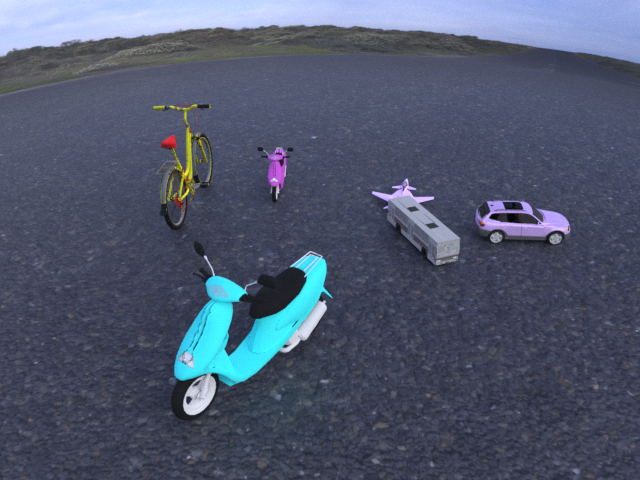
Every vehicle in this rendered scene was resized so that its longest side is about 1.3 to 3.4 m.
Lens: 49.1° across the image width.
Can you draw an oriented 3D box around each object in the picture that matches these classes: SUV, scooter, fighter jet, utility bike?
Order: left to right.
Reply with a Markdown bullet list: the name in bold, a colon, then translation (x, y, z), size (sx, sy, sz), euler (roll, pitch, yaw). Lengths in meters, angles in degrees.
- **utility bike**: translation (-2.458, -1.418, 12.339), size (1.039, 1.839, 2.791), euler (4, 30, 7)
- **scooter**: translation (-0.770, 0.860, 8.393), size (1.288, 1.786, 2.721), euler (22, 36, 33)
- **scooter**: translation (-0.813, -1.382, 13.205), size (0.662, 0.919, 1.399), euler (1, 30, 2)
- **fighter jet**: translation (1.563, -0.945, 13.076), size (1.147, 0.286, 1.358), euler (6, 30, 10)
- **SUV**: translation (3.371, -0.324, 11.690), size (1.572, 0.580, 0.656), euler (1, 30, 2)

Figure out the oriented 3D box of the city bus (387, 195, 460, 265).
- **city bus**: translation (1.674, -0.169, 11.539), size (0.476, 0.460, 1.674), euler (-11, 32, -19)
